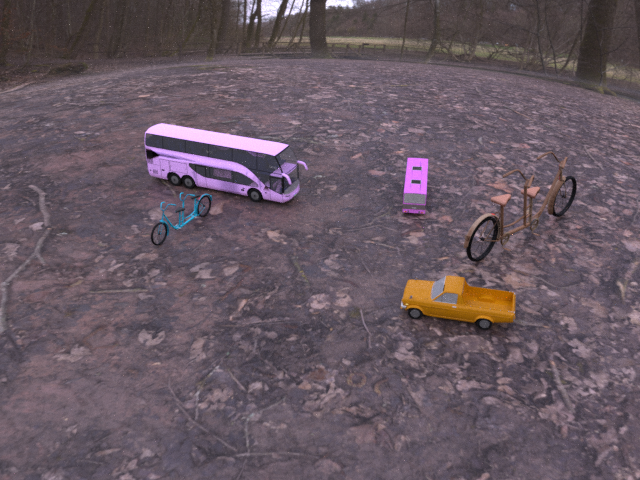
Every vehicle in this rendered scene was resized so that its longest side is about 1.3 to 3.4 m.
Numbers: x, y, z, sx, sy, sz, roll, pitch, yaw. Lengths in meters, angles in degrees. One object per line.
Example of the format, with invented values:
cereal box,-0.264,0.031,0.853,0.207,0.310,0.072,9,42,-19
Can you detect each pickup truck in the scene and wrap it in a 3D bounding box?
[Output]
pickup truck,1.957,0.832,9.891,1.603,0.511,0.640,7,30,13

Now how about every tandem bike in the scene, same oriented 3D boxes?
tandem bike,3.436,-0.621,11.661,3.192,1.326,0.550,-23,37,-35
tandem bike,-2.372,-0.483,12.076,0.283,0.682,1.642,15,33,25

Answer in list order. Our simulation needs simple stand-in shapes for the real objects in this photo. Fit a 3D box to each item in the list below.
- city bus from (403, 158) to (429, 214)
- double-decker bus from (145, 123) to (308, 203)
city bus,1.818,-1.026,13.277,0.476,0.460,1.674,4,29,8
double-decker bus,-1.864,-1.481,13.486,3.251,1.052,0.756,12,31,21
